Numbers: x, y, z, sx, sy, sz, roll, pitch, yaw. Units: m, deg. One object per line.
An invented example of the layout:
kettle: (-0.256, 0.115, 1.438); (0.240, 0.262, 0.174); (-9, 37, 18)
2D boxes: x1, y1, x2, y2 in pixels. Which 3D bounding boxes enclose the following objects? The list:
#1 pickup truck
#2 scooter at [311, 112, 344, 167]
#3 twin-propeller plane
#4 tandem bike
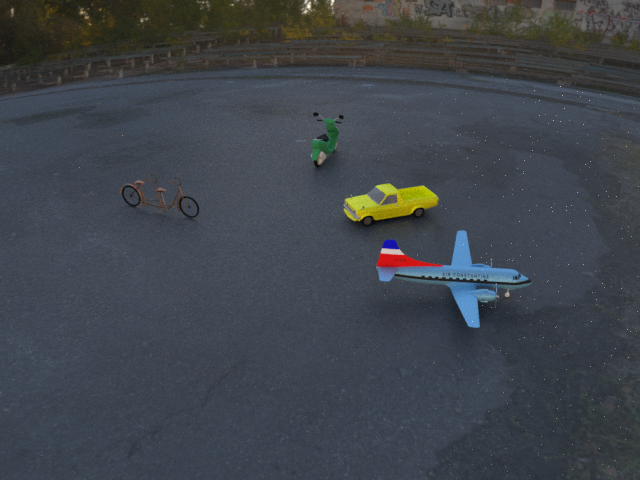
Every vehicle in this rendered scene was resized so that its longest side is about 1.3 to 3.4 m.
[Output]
pickup truck: (1.222, -0.670, 12.033); (1.603, 0.511, 0.640); (-10, 29, -18)
scooter: (0.119, -2.101, 14.382); (0.662, 0.919, 1.399); (9, 29, 18)
twin-propeller plane: (1.844, 0.397, 9.638); (2.129, 0.792, 2.663); (3, 27, 6)
tandem bike: (-2.799, -0.798, 12.095); (1.642, 0.682, 0.283); (11, 29, 21)
